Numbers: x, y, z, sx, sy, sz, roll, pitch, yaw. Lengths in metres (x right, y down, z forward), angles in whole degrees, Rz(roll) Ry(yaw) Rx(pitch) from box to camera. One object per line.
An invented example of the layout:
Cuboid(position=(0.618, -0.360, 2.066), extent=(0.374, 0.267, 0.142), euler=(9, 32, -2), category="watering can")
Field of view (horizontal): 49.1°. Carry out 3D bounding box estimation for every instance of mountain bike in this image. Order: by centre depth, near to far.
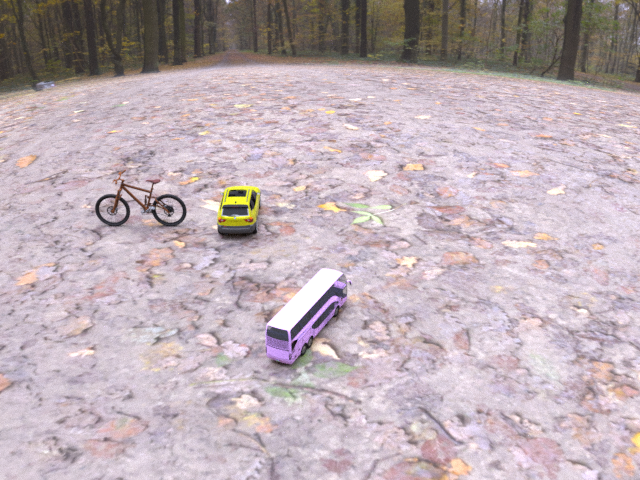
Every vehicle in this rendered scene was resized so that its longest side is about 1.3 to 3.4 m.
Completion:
Cuboid(position=(-2.880, -0.617, 11.193), extent=(1.469, 0.868, 0.573), euler=(0, 27, 0), category="mountain bike")

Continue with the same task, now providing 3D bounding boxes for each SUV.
Cuboid(position=(-1.316, -0.585, 11.448), extent=(0.656, 0.580, 1.572), euler=(0, 27, -1), category="SUV")

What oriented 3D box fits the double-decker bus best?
Cuboid(position=(-0.123, 0.881, 8.589), extent=(0.389, 0.541, 1.672), euler=(12, 29, 23), category="double-decker bus")
